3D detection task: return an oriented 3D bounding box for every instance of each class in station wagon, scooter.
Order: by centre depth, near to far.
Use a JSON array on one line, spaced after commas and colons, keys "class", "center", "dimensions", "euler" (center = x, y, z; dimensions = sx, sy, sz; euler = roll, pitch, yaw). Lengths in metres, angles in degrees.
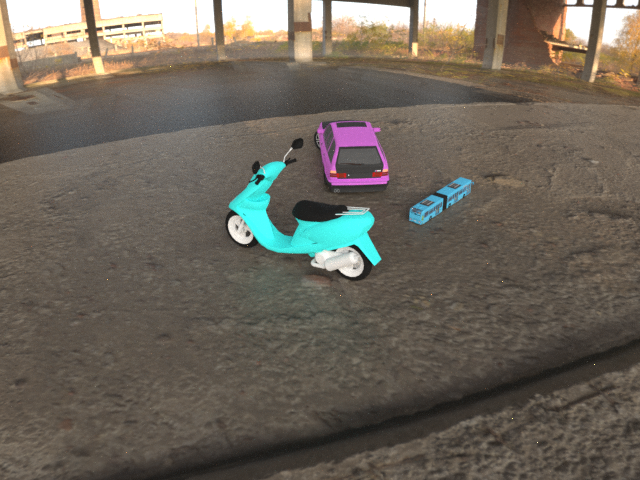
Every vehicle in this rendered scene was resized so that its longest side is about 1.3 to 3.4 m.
[{"class": "scooter", "center": [-0.334, -0.431, 10.343], "dimensions": [2.721, 1.786, 1.288], "euler": [16, 32, 27]}, {"class": "station wagon", "center": [0.610, -1.893, 13.949], "dimensions": [1.327, 0.920, 3.105], "euler": [-2, 29, -4]}]

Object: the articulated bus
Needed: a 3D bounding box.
[{"class": "articulated bus", "center": [2.164, -0.708, 12.426], "dimensions": [0.311, 0.289, 1.749], "euler": [21, 35, 34]}]
